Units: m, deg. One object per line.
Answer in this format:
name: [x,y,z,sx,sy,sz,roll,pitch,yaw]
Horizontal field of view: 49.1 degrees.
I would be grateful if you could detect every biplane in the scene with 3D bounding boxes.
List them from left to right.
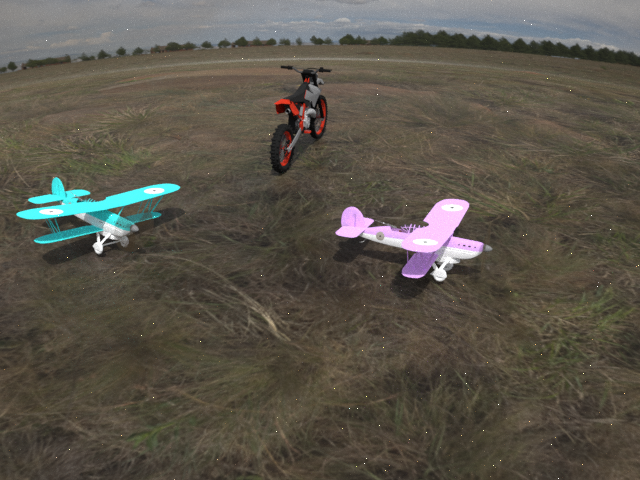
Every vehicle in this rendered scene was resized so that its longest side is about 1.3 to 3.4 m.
biplane: [-3.333,-0.422,10.380,2.120,0.981,2.598,20,33,34]
biplane: [1.301,-0.037,9.630,2.120,0.981,2.598,10,29,19]

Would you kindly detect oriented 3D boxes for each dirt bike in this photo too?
dirt bike: [-0.375,-2.464,13.602,1.024,1.666,2.903,9,29,17]
